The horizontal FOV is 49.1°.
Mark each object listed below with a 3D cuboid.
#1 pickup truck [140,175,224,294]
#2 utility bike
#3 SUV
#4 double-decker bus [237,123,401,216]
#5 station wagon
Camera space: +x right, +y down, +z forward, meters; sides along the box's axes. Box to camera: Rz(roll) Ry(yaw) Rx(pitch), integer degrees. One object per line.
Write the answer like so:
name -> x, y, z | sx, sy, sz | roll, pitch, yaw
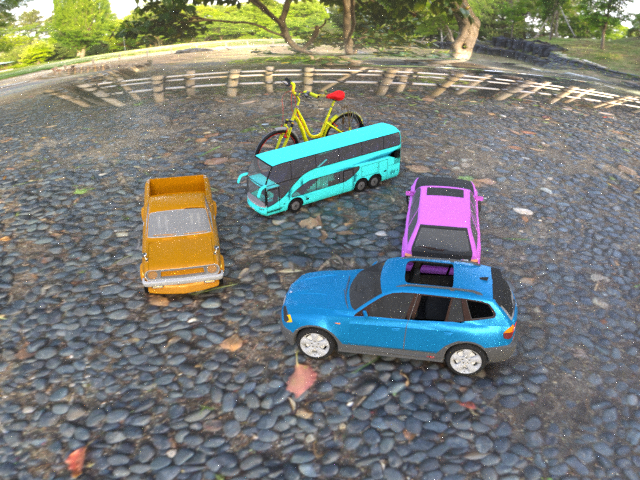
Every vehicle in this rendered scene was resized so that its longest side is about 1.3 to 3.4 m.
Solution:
pickup truck -> -2.233, -0.268, 11.142 | 1.244, 0.993, 3.117 | -6, 30, -10
utility bike -> -0.080, -2.220, 13.721 | 2.791, 1.839, 1.039 | -21, 36, -32
SUV -> 1.013, 0.845, 9.046 | 3.058, 1.128, 1.276 | 5, 30, 9
double-decker bus -> 0.081, -1.316, 12.927 | 3.251, 1.052, 0.756 | -19, 35, -30
station wagon -> 2.014, -0.408, 11.462 | 1.327, 0.920, 3.105 | 5, 30, 9
